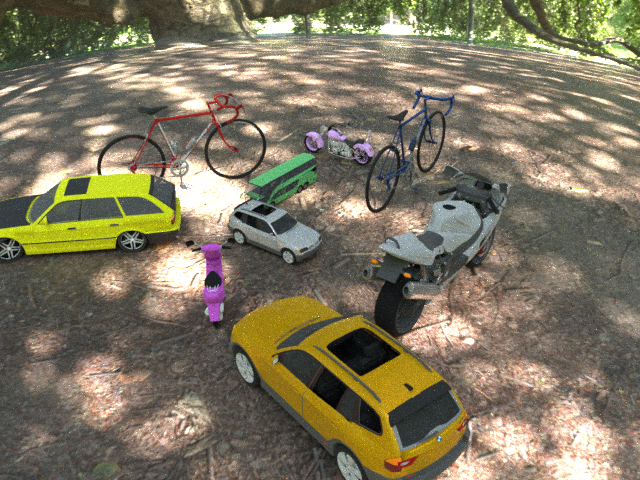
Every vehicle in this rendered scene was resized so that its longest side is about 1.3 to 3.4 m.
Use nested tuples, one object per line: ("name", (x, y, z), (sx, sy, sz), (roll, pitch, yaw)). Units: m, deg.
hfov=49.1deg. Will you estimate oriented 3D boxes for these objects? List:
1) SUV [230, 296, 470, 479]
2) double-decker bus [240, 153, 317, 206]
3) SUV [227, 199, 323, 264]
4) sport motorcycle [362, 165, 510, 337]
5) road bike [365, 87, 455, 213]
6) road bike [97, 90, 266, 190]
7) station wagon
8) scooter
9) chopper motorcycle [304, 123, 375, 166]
("SUV", (0.210, 1.420, 7.590), (1.276, 1.128, 3.058), (-22, 38, -32))
("double-decker bus", (-0.678, -0.983, 12.133), (0.389, 0.541, 1.672), (21, 37, 31))
("SUV", (-0.706, -0.169, 10.748), (1.572, 0.580, 0.656), (20, 37, 30))
("sport motorcycle", (1.634, 0.103, 9.316), (0.983, 1.596, 2.955), (23, 38, 33))
("road bike", (1.551, -1.615, 12.100), (0.696, 1.656, 3.004), (19, 36, 28))
("road bike", (-2.365, -1.655, 12.166), (3.004, 1.656, 0.696), (-12, 33, -19))
("station wagon", (-3.748, -0.430, 10.851), (3.105, 0.920, 1.327), (-5, 31, -8))
("scooter", (-1.428, 0.467, 9.368), (0.662, 0.919, 1.399), (-4, 31, -6))
("chopper motorcycle", (0.352, -1.911, 13.455), (1.563, 0.761, 0.466), (20, 37, 30))
